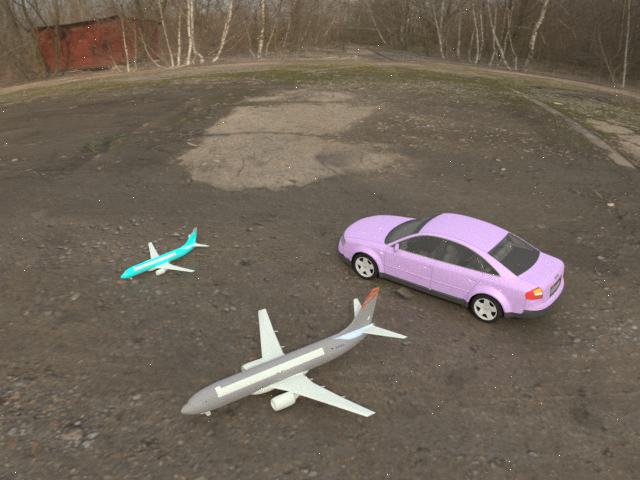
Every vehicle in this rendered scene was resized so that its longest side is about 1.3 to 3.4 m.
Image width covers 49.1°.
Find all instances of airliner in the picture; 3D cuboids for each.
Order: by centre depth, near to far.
[{"bbox_3d":[-0.344,1.213,7.591,2.541,0.835,2.257,-17,32,-29],"label":"airliner"},{"bbox_3d":[-2.259,0.200,9.961,1.307,0.429,1.161,-23,36,-37],"label":"airliner"}]

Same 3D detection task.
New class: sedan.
[{"bbox_3d":[1.687,0.173,9.464,3.137,0.940,1.235,18,33,31],"label":"sedan"}]
